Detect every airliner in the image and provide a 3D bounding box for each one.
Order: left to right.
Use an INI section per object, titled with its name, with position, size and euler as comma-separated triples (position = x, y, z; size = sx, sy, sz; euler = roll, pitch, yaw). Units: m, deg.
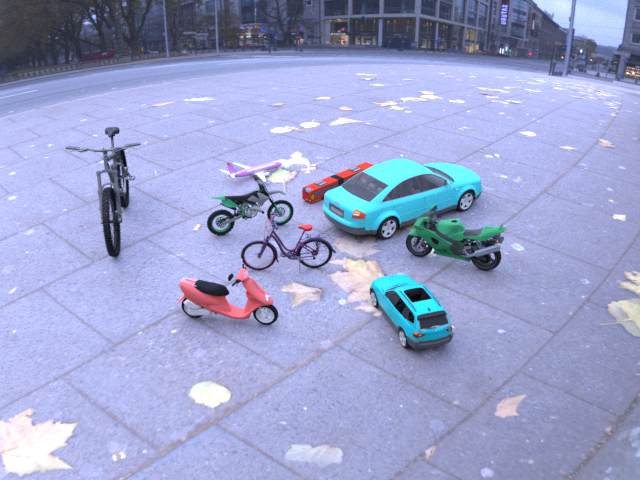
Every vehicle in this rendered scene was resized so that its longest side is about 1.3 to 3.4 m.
[airliner]
position = -1.277, -1.462, 13.755
size = 1.307, 0.429, 1.161
euler = -20, 35, -32

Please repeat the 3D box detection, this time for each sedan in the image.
[sedan]
position = 1.514, -0.888, 12.177
size = 3.137, 0.940, 1.235
euler = -18, 34, -30

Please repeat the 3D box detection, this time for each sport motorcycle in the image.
[sport motorcycle]
position = 2.056, -0.008, 10.695
size = 1.520, 0.821, 0.506
euler = 11, 31, 20

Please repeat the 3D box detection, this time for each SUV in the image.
[SUV]
position = 1.201, 0.864, 9.355
size = 0.656, 0.580, 1.572
euler = -9, 30, -16

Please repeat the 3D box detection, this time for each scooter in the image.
[scooter]
position = -1.248, 0.693, 9.315
size = 1.399, 0.919, 0.662
euler = 4, 29, 8

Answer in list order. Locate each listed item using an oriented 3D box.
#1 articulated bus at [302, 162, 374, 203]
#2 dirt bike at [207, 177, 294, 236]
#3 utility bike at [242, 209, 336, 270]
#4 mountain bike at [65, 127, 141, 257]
[articulated bus]
position = 0.380, -1.094, 13.231
size = 1.749, 0.289, 0.311
euler = -25, 38, -38
[dirt bike]
position = -1.157, -0.548, 11.643
size = 1.493, 0.857, 0.527
euler = -10, 30, -17
[utility bike]
position = -0.469, 0.066, 10.431
size = 1.435, 0.946, 0.535
euler = -2, 29, -4
[mountain bike]
position = -3.394, -0.962, 11.535
size = 1.114, 1.688, 2.857
euler = -4, 29, -8
